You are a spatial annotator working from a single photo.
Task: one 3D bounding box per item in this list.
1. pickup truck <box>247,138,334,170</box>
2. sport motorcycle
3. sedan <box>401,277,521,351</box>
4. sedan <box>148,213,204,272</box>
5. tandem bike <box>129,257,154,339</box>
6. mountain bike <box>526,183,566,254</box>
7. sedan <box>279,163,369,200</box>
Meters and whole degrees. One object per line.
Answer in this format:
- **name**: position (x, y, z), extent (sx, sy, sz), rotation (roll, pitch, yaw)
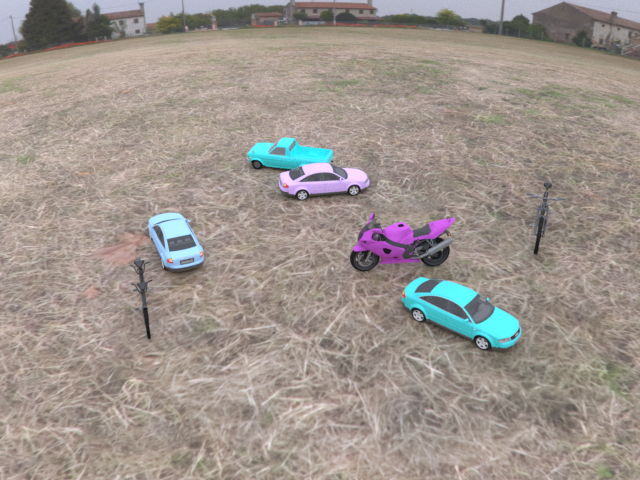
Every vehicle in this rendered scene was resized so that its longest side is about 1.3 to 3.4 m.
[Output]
- **pickup truck**: position (-0.567, -1.621, 13.236), extent (1.603, 0.511, 0.640), rotation (8, 32, 13)
- **sport motorcycle**: position (1.185, 0.053, 10.128), extent (1.520, 0.821, 0.506), rotation (-4, 31, -7)
- **sedan**: position (1.821, 0.895, 9.048), extent (1.613, 0.483, 0.635), rotation (22, 37, 32)
- **sedan**: position (-2.214, -0.055, 10.639), extent (0.635, 0.483, 1.613), rotation (-13, 33, -20)
- **tandem bike**: position (-2.354, 0.635, 9.290), extent (0.283, 0.682, 1.642), rotation (-8, 32, -14)
- **mountain bike**: position (3.457, -0.417, 10.870), extent (0.573, 0.868, 1.469), rotation (10, 32, 17)
- **sedan**: position (0.078, -1.084, 12.364), extent (1.613, 0.483, 0.635), rotation (-6, 31, -10)
